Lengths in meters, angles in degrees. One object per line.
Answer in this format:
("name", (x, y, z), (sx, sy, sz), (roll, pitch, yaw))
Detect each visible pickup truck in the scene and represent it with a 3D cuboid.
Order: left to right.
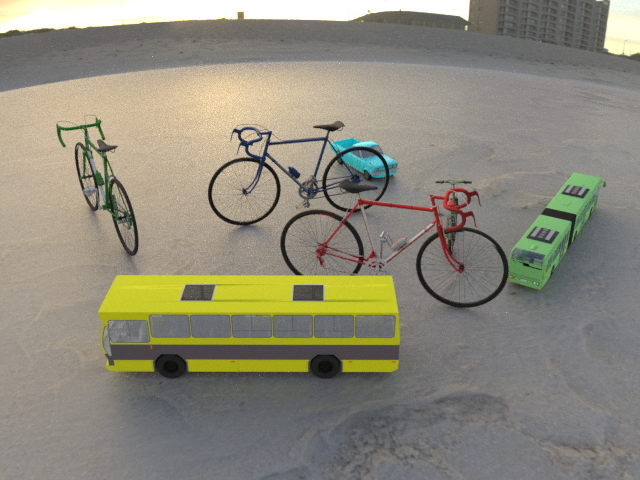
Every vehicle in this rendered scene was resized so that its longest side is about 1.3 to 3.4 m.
("pickup truck", (0.827, -1.631, 13.434), (0.640, 0.511, 1.603), (-15, 31, -27))

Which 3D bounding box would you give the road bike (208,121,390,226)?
("road bike", (-0.297, -1.089, 11.139), (3.004, 1.656, 0.697), (-7, 28, -14))

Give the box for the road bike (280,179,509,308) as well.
("road bike", (0.907, 0.022, 8.991), (3.004, 1.656, 0.696), (8, 28, 14))

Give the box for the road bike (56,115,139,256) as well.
("road bike", (-3.366, -0.907, 10.788), (0.696, 1.656, 3.004), (-16, 31, -28))

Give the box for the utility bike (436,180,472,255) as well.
("utility bike", (1.972, -0.407, 10.595), (0.535, 0.946, 1.435), (6, 28, 12))

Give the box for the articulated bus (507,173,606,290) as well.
("articulated bus", (3.650, -0.230, 10.670), (0.605, 0.561, 3.401), (16, 31, 28))

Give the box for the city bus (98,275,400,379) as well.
("city bus", (-0.755, 0.979, 7.970), (3.255, 0.894, 0.926), (0, 27, 0))
